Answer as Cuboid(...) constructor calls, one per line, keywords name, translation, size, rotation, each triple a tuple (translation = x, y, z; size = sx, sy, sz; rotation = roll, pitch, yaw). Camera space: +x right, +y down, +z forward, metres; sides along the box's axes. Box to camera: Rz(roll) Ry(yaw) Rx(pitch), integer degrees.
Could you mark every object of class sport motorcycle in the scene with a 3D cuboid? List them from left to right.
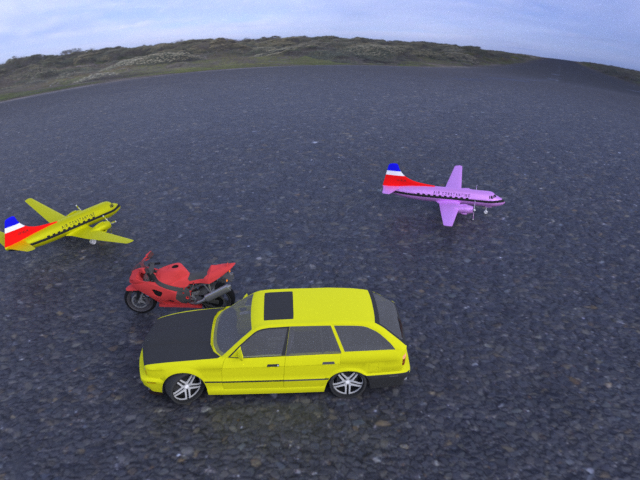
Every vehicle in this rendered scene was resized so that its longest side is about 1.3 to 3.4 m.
Cuboid(name="sport motorcycle", translation=(-1.861, 0.616, 9.289), size=(1.520, 0.821, 0.506), rotation=(0, 28, 1))

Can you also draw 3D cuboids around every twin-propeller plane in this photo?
Cuboid(name="twin-propeller plane", translation=(-4.035, -0.313, 11.100), size=(2.663, 0.792, 2.129), rotation=(19, 33, 32))
Cuboid(name="twin-propeller plane", translation=(2.150, -0.890, 12.204), size=(2.129, 0.792, 2.663), rotation=(6, 28, 12))

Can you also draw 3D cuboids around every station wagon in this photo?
Cuboid(name="station wagon", translation=(-0.541, 1.140, 8.178), size=(3.105, 0.920, 1.327), rotation=(-1, 28, -3))
